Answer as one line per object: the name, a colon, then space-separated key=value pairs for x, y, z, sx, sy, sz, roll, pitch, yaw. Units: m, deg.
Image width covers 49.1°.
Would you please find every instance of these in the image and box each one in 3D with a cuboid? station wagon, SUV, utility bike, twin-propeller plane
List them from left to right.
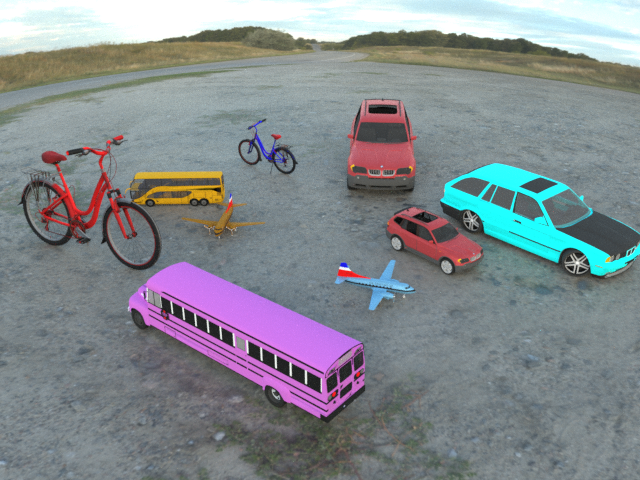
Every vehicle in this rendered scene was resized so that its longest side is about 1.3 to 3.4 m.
utility bike: x=-3.398 y=-0.640 z=10.221 sx=2.791 sy=1.839 sz=1.039 roll=14 pitch=30 yaw=24
twin-propeller plane: x=-1.537 y=-0.382 z=11.278 sx=1.370 sy=0.407 sz=1.095 roll=3 pitch=28 yaw=6
utility bike: x=-1.044 y=-1.762 z=13.356 sx=1.435 sy=0.946 sz=0.535 roll=17 pitch=32 yaw=29
twin-propeller plane: x=0.761 y=0.549 z=9.482 sx=1.095 sy=0.407 sz=1.370 roll=8 pitch=28 yaw=15
SUV: x=1.175 y=-1.877 z=13.379 sx=1.276 sy=1.128 sz=3.058 roll=2 pitch=27 yaw=4
SUV: x=1.690 y=-0.031 z=10.413 sx=0.656 sy=0.580 sz=1.572 roll=-23 pitch=35 yaw=-37
station wagon: x=3.367 y=-0.412 z=10.779 sx=1.327 sy=0.920 sz=3.105 roll=-22 pitch=34 yaw=-36

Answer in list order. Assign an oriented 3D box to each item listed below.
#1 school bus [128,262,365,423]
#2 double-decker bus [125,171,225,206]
school bus: x=-1.007 y=1.027 z=8.084 sx=3.322 sy=0.844 sz=0.709 roll=20 pitch=34 yaw=34
double-decker bus: x=-2.494 y=-0.892 z=12.118 sx=1.672 sy=0.541 sz=0.389 roll=-1 pitch=27 yaw=-2
